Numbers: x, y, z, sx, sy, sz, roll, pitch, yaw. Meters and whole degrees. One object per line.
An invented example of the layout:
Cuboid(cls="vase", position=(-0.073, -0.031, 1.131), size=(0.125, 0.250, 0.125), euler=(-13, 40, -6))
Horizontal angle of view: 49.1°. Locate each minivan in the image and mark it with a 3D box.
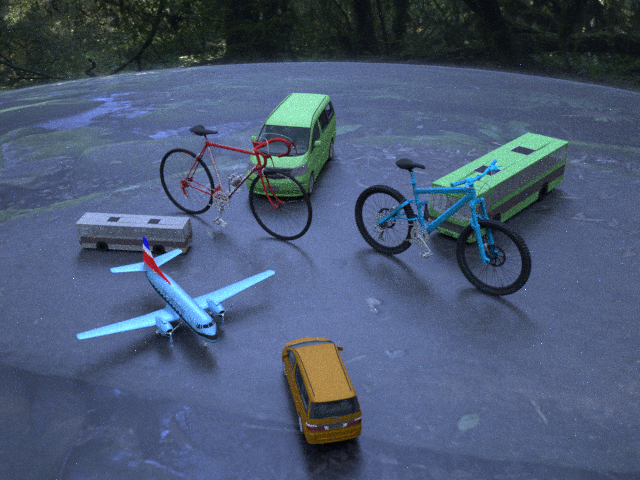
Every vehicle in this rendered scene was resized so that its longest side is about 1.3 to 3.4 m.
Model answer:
Cuboid(cls="minivan", position=(-0.490, -1.832, 13.220), size=(1.324, 1.197, 3.011), euler=(6, 28, 11))
Cuboid(cls="minivan", position=(-0.014, 1.471, 7.467), size=(0.681, 0.616, 1.548), euler=(-6, 28, -11))

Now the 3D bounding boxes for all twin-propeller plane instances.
Cuboid(cls="twin-propeller plane", position=(-1.823, 0.651, 8.862), size=(2.663, 0.792, 2.129), euler=(-18, 32, -31))

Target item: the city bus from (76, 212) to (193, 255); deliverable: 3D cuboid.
Cuboid(cls="city bus", position=(-2.814, -0.093, 10.661), size=(1.674, 0.460, 0.476), euler=(3, 27, 6))

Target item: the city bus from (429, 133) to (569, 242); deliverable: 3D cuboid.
Cuboid(cls="city bus", position=(3.067, -0.921, 11.789), size=(0.926, 0.894, 3.255), euler=(22, 35, 36))

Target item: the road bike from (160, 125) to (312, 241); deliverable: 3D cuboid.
Cuboid(cls="road bike", position=(-1.408, -0.963, 11.040), size=(3.004, 1.656, 0.697), euler=(15, 31, 27))

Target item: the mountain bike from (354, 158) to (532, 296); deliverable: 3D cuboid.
Cuboid(cls="mountain bike", position=(1.625, -0.292, 9.709), size=(2.857, 1.688, 1.114), euler=(22, 34, 36))
